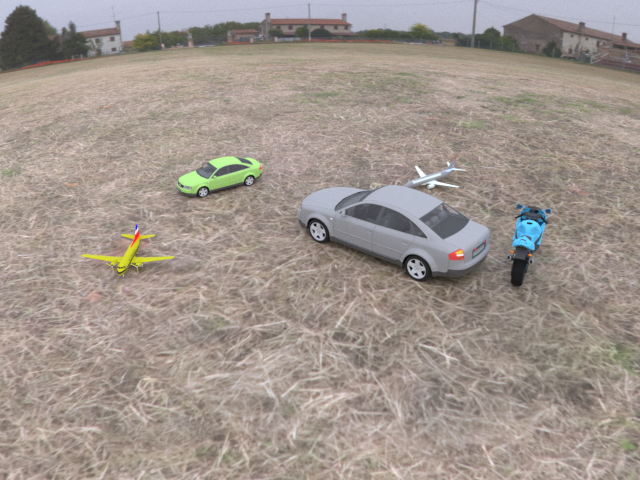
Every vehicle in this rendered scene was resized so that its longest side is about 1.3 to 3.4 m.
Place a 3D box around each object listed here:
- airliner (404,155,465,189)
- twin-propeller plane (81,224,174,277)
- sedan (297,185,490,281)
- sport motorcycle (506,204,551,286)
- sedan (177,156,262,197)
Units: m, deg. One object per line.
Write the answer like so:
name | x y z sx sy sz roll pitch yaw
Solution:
airliner | 2.036 -1.224 12.841 1.307 0.429 1.161 -18 33 -29
twin-propeller plane | -2.806 0.165 10.311 1.370 0.407 1.095 1 29 2
sedan | 1.034 -0.305 10.618 3.137 0.940 1.235 21 35 33
sport motorcycle | 2.977 0.042 10.104 0.506 0.821 1.520 11 31 20
sedan | -1.828 -1.204 12.747 1.613 0.483 0.635 -17 33 -29
